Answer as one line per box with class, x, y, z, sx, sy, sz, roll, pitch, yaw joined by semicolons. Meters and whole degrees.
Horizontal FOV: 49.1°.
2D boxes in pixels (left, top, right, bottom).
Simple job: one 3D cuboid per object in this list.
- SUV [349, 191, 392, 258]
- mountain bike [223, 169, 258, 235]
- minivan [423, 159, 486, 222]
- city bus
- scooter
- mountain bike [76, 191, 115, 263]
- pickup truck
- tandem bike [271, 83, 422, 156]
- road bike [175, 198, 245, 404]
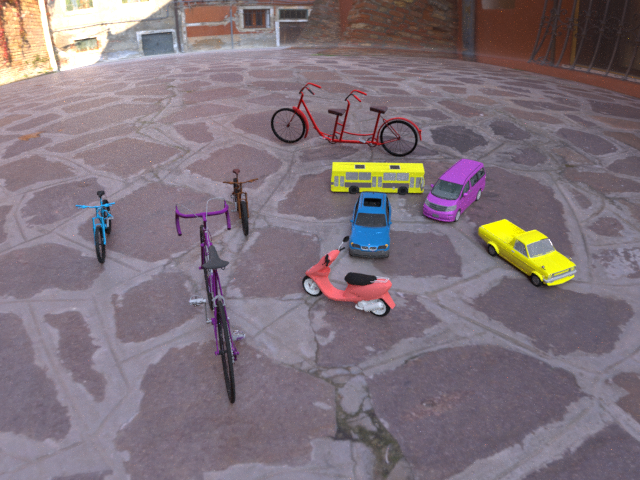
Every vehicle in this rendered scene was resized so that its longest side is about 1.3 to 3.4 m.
SUV;0.815;-0.271;11.137;0.656;0.580;1.572;3;30;5
mountain bike;-1.329;-0.708;11.607;0.573;0.868;1.469;-7;31;-12
minivan;2.347;-0.868;12.139;0.681;0.616;1.548;18;34;28
city bus;1.041;-1.117;12.729;1.674;0.460;0.476;1;30;2
scooter;0.368;0.510;9.435;1.399;0.919;0.662;15;33;25
mountain bike;-3.391;-0.290;10.879;0.573;0.868;1.469;-5;30;-8
pickup truck;3.086;0.123;10.520;0.640;0.511;1.603;-15;33;-24
tandem bike;0.488;-2.435;14.155;3.192;1.326;0.550;9;31;15
road bike;-1.294;0.597;8.544;0.696;1.656;3.004;-7;31;-12
